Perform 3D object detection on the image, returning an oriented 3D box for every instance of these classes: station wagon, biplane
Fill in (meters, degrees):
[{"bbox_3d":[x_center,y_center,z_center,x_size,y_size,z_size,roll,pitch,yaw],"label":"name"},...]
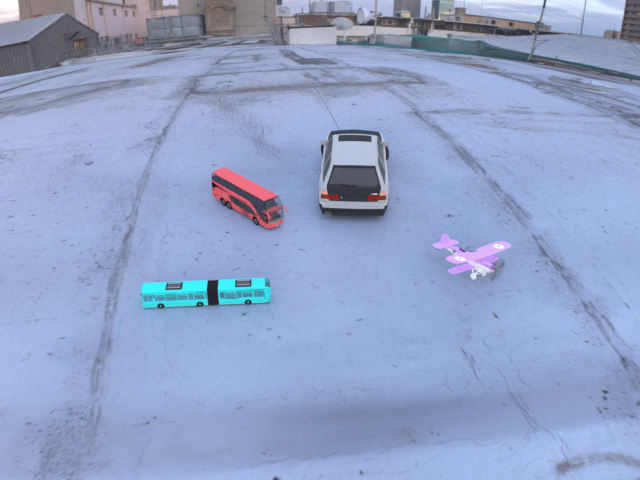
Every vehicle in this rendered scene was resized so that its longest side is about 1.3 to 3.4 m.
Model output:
[{"bbox_3d":[0.620,-1.438,12.612,1.327,0.920,3.105,1,30,3],"label":"station wagon"},{"bbox_3d":[2.165,0.231,10.136,1.336,0.504,1.090,-23,37,-34],"label":"biplane"}]

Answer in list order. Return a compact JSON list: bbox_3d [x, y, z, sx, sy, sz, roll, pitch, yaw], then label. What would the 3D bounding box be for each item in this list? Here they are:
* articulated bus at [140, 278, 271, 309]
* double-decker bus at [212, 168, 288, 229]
[{"bbox_3d":[-1.546,0.717,9.509,1.749,0.289,0.311,-2,30,-4],"label":"articulated bus"},{"bbox_3d":[-1.217,-0.698,11.709,0.389,0.541,1.672,-24,38,-35],"label":"double-decker bus"}]
